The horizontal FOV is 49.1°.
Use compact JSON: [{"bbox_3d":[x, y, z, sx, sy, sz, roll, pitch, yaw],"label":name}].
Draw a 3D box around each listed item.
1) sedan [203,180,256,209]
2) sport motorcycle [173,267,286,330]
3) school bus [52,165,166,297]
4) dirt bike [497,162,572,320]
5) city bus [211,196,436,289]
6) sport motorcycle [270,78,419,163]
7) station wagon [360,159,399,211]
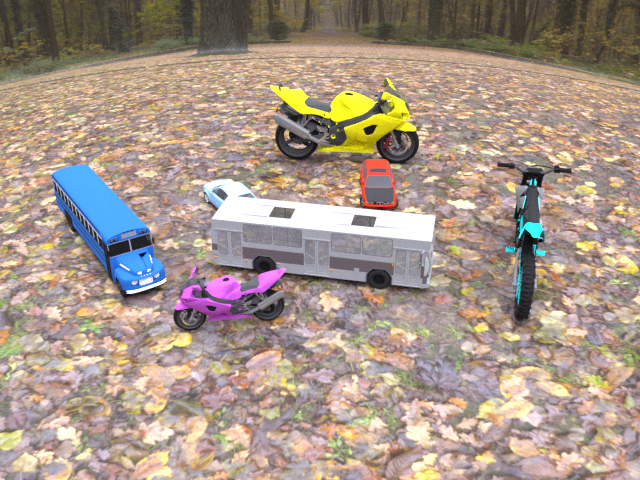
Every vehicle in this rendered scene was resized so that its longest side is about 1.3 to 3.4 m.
[{"bbox_3d":[-1.535,-0.750,12.255,0.635,0.483,1.613,-18,34,-28],"label":"sedan"},{"bbox_3d":[-1.193,0.776,9.276,1.520,0.821,0.506,-7,31,-11],"label":"sport motorcycle"},{"bbox_3d":[-3.359,-0.223,10.982,0.709,0.844,3.322,-19,35,-29],"label":"school bus"},{"bbox_3d":[2.981,-0.193,10.108,1.024,1.666,2.903,7,31,12],"label":"dirt bike"},{"bbox_3d":[0.054,0.048,10.463,3.255,0.894,0.926,6,31,10],"label":"city bus"},{"bbox_3d":[0.501,-2.314,13.849,2.955,1.596,0.983,3,30,6],"label":"sport motorcycle"},{"bbox_3d":[1.053,-1.043,12.771,0.682,0.473,1.597,0,30,1],"label":"station wagon"}]
